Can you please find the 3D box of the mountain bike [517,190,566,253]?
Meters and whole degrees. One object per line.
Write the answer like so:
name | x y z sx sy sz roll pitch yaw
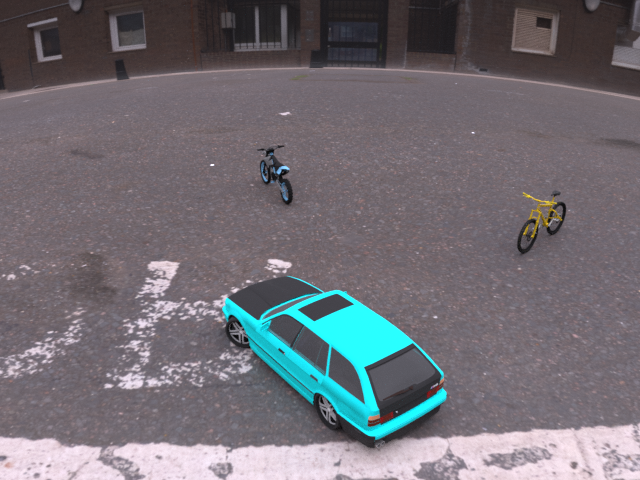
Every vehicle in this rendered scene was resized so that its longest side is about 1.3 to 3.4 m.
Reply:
mountain bike | 3.564 -0.349 11.146 0.573 0.868 1.469 24 36 39

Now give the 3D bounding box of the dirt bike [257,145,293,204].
dirt bike | -0.834 -1.264 12.940 0.527 0.857 1.493 -12 30 -22

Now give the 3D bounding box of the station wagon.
station wagon | 0.026 1.130 8.208 1.327 0.920 3.105 -19 33 -33
